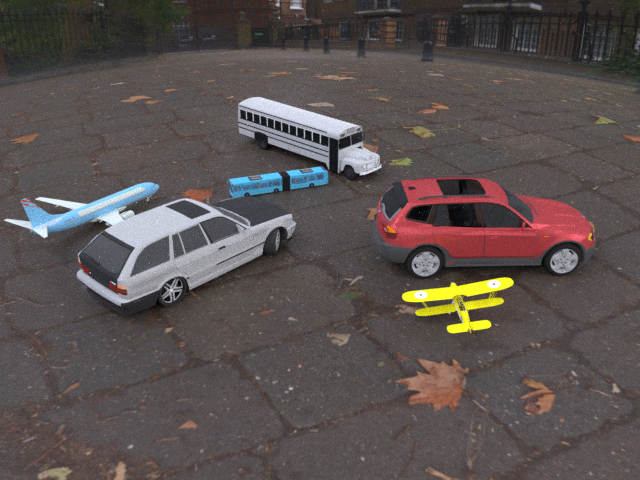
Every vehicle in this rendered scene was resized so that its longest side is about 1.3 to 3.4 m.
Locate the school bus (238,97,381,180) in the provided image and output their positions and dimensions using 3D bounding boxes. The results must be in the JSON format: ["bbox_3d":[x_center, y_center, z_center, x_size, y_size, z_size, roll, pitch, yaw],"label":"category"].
[{"bbox_3d":[-0.247,-1.990,13.407,3.322,0.844,0.709,24,36,38],"label":"school bus"}]

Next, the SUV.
[{"bbox_3d":[2.273,-0.255,9.777,3.058,1.128,1.276,-1,28,-2],"label":"SUV"}]

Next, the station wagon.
[{"bbox_3d":[-1.712,-0.040,9.589,1.327,0.920,3.105,23,36,37],"label":"station wagon"}]

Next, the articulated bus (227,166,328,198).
[{"bbox_3d":[-0.716,-1.007,12.123,1.749,0.289,0.311,-10,29,-18],"label":"articulated bus"}]

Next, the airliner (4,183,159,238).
[{"bbox_3d":[-3.470,-0.645,10.840,2.257,0.835,2.541,18,33,31],"label":"airliner"}]

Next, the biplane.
[{"bbox_3d":[1.674,0.804,8.422,1.336,0.504,1.090,-1,28,-2],"label":"biplane"}]
